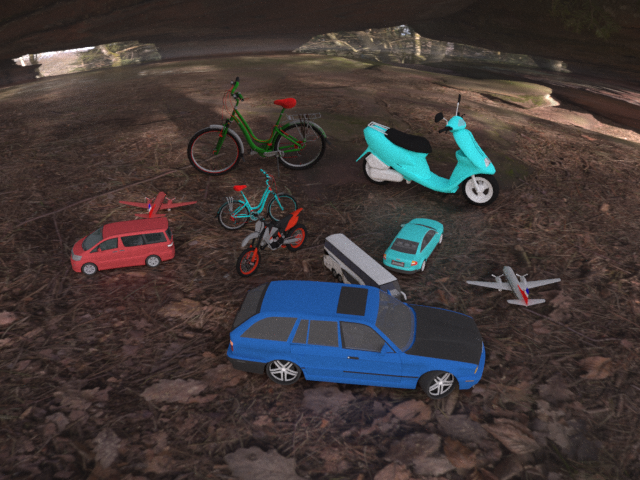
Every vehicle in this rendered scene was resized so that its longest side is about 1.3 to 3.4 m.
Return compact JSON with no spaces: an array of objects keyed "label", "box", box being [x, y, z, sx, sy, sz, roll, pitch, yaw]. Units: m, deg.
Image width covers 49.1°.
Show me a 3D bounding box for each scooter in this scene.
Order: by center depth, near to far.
[{"label":"scooter","box":[1.930,-1.630,12.533,2.721,1.786,1.288,14,33,24]}]

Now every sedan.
[{"label":"sedan","box":[1.490,0.007,10.974,0.635,0.483,1.613,13,32,22]}]

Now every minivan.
[{"label":"minivan","box":[-3.033,0.070,10.730,1.548,0.616,0.681,-7,30,-12]}]

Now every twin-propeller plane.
[{"label":"twin-propeller plane","box":[2.796,0.610,9.992,1.370,0.407,1.095,-1,30,-2]},{"label":"twin-propeller plane","box":[-2.849,-0.647,12.200,1.370,0.407,1.095,0,30,1]}]

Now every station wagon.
[{"label":"station wagon","box":[0.460,1.117,8.582,3.105,0.920,1.327,4,30,7]}]

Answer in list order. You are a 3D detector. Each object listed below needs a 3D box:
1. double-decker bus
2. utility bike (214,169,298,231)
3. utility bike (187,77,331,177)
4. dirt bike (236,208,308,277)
[{"label":"double-decker bus","box":[0.597,0.497,10.055,0.389,0.541,1.672,-16,33,-25]},{"label":"utility bike","box":[-1.077,-0.669,11.694,1.435,0.946,0.535,-9,31,-15]},{"label":"utility bike","box":[-1.132,-2.052,13.221,2.791,1.839,1.039,-5,30,-9]},{"label":"dirt bike","box":[-0.711,-0.017,10.638,0.527,0.857,1.493,24,38,36]}]
